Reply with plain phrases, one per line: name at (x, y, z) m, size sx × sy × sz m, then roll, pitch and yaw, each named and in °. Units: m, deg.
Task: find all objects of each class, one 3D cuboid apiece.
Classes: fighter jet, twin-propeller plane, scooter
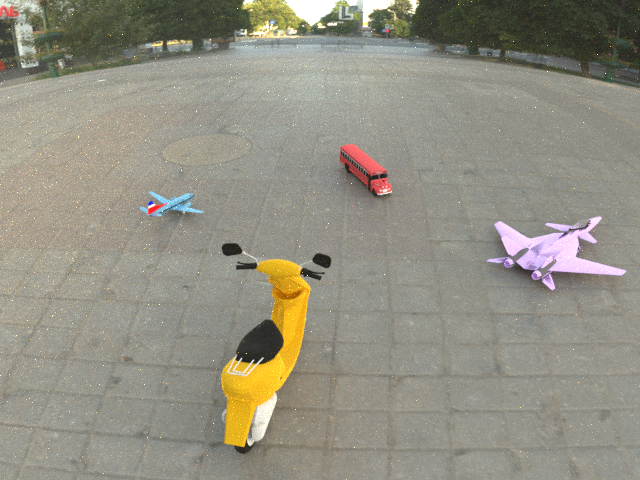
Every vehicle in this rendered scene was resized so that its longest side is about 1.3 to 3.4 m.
fighter jet at (3.926, -0.087, 11.243) m, size 2.640 × 0.557 × 2.229 m, roll -26°, pitch 39°, yaw -37°
twin-propeller plane at (-2.635, -0.668, 12.414) m, size 1.370 × 0.407 × 1.095 m, roll 20°, pitch 35°, yaw 31°
scooter at (-0.566, 1.028, 8.049) m, size 1.288 × 1.786 × 2.721 m, roll 7°, pitch 30°, yaw 11°

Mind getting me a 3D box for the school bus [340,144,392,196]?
school bus at (0.885, -1.364, 13.606) m, size 0.365 × 0.434 × 1.708 m, roll -12°, pitch 32°, yaw -20°
